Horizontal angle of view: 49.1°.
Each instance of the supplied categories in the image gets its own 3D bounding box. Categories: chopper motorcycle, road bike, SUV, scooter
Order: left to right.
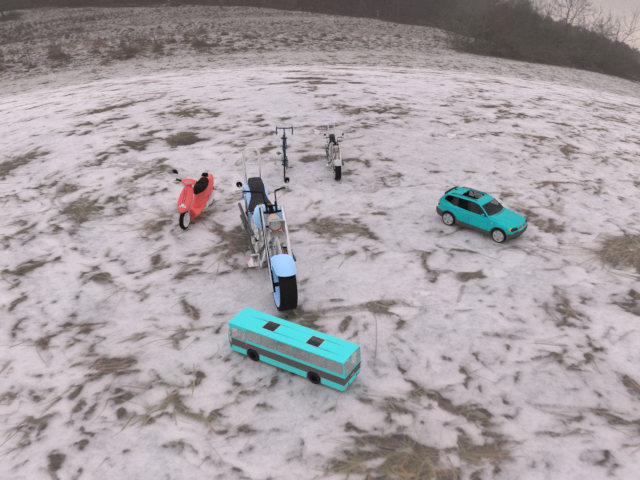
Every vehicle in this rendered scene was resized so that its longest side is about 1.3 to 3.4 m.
[{"bbox_3d":[-2.171,-0.840,12.257,0.662,0.919,1.399,7,28,13],"label":"scooter"},{"bbox_3d":[-0.791,-0.237,10.501,0.906,1.480,3.040,-7,28,-13],"label":"chopper motorcycle"},{"bbox_3d":[-0.720,-1.820,14.202,0.358,0.852,1.545,-1,28,-2],"label":"road bike"},{"bbox_3d":[0.292,-1.827,14.313,0.466,0.761,1.563,-2,28,-4],"label":"chopper motorcycle"},{"bbox_3d":[2.748,-0.471,11.918,1.572,0.580,0.656,23,35,36],"label":"SUV"}]

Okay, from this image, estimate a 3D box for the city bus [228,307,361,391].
[{"bbox_3d":[-0.333,1.336,8.594,1.674,0.460,0.476,15,31,27],"label":"city bus"}]
